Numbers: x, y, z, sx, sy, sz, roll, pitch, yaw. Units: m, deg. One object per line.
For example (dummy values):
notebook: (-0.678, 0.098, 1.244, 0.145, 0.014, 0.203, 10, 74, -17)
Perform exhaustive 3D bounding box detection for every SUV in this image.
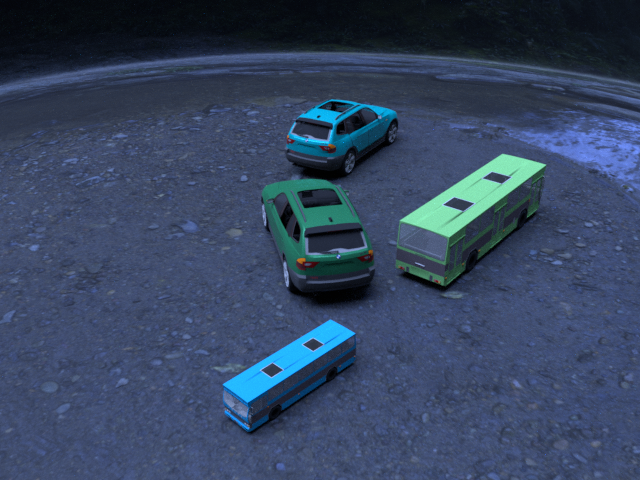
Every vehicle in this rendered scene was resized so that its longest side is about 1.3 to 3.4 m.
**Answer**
SUV: (-0.092, -0.295, 10.407, 1.276, 1.128, 3.058, -6, 29, -12)
SUV: (0.500, -2.247, 13.983, 1.276, 1.128, 3.058, 16, 32, 26)

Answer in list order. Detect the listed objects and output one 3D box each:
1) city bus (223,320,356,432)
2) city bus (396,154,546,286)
city bus: (-0.303, 1.495, 7.828, 0.476, 0.460, 1.674, 25, 37, 38)
city bus: (2.401, -0.361, 10.773, 0.926, 0.894, 3.255, 21, 35, 33)
